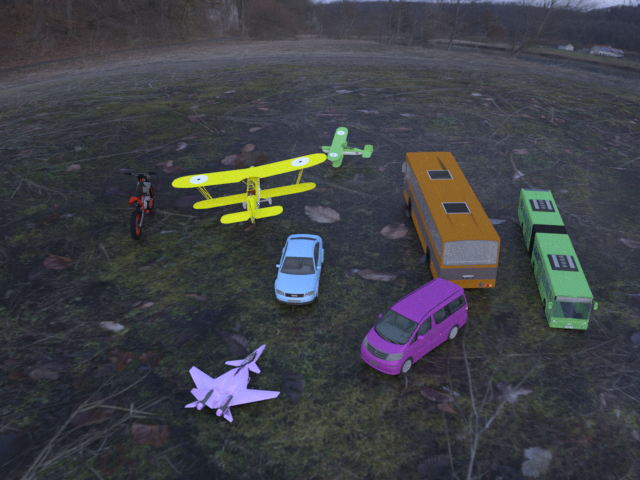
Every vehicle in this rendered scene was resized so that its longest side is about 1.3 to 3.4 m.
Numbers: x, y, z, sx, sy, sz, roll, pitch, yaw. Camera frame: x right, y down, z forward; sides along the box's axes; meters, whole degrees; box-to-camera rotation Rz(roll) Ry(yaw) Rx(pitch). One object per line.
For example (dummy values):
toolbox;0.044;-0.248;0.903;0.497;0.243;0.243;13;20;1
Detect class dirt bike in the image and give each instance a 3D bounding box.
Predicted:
dirt bike;-2.940;-0.653;11.501;0.527;0.857;1.493;0;28;0

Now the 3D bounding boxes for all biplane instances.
biplane;0.512;-1.779;13.949;1.090;0.504;1.336;5;29;9
biplane;-1.160;-0.771;11.589;2.598;0.981;2.120;-2;29;-4

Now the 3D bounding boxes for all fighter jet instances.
fighter jet;-0.950;1.516;8.097;1.147;0.286;1.358;12;31;21

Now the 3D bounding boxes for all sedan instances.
sedan;-0.284;0.354;10.035;0.635;0.483;1.613;2;29;4

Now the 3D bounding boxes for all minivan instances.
minivan;1.174;1.043;8.626;0.681;0.616;1.548;25;37;38

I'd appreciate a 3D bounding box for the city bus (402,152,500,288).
city bus;1.954;-0.373;10.947;0.926;0.894;3.255;-1;28;-2

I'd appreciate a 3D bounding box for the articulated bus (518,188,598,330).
articulated bus;3.388;0.152;10.327;0.605;0.561;3.401;3;29;6
